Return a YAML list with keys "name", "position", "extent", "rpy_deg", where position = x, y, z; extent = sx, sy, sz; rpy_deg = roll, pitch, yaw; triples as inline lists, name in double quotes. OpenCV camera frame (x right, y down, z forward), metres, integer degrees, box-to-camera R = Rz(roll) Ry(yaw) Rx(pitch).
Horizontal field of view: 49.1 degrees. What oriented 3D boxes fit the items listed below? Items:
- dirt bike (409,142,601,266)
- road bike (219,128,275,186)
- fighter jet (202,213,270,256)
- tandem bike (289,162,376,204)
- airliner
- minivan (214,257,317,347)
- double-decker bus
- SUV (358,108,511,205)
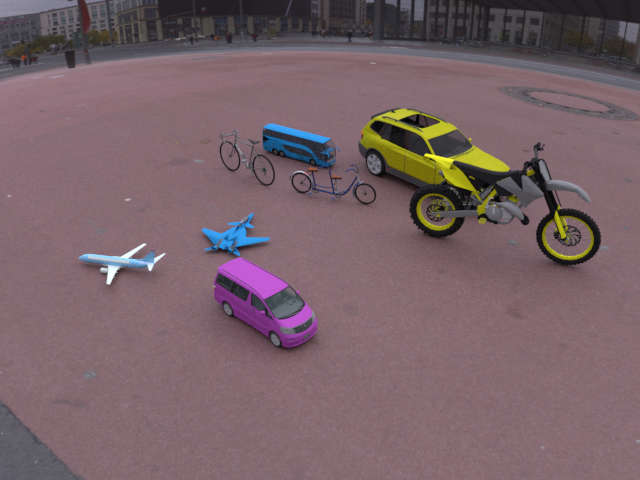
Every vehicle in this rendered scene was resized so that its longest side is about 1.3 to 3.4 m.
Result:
- name: "dirt bike"
  position: [2.751, -0.579, 10.487]
  extent: [2.903, 1.666, 1.024]
  rpy_deg: [14, 32, 22]
- name: "road bike"
  position: [-1.374, -1.548, 13.000]
  extent: [1.545, 0.852, 0.358]
  rpy_deg: [25, 38, 37]
- name: "fighter jet"
  position: [-1.316, -0.204, 11.222]
  extent: [1.147, 0.286, 1.358]
  rpy_deg: [8, 31, 14]
- name: "tandem bike"
  position: [0.211, -1.038, 12.281]
  extent: [1.642, 0.682, 0.283]
  rpy_deg: [11, 32, 19]
- name: "airliner"
  position: [-2.981, 0.240, 10.301]
  extent: [1.307, 0.429, 1.161]
  rpy_deg: [7, 31, 12]
- name: "minivan"
  position: [-0.720, 0.798, 9.140]
  extent: [1.548, 0.616, 0.681]
  rpy_deg: [26, 39, 37]
- name: "double-decker bus"
  position: [-0.405, -1.872, 13.878]
  extent: [1.672, 0.541, 0.389]
  rpy_deg: [19, 35, 29]
- name: "SUV"
  position: [2.047, -1.567, 12.754]
  extent: [1.276, 1.128, 3.058]
  rpy_deg: [-23, 37, -34]
